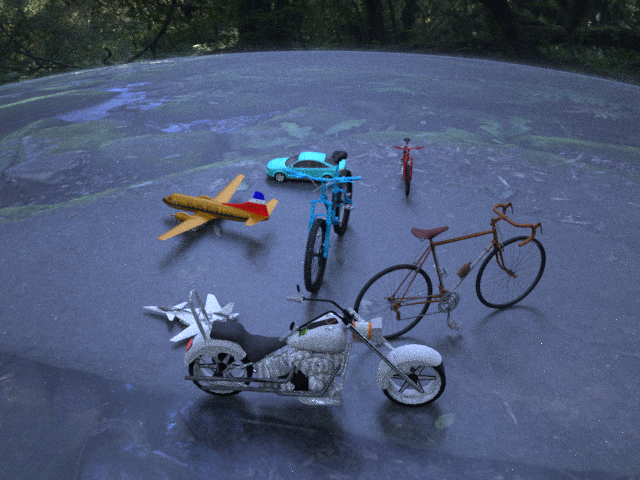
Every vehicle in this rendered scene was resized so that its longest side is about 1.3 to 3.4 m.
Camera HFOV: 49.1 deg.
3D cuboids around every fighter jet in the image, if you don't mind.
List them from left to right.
[{"bbox_3d":[-1.860,0.982,9.685,1.358,0.286,1.147,9,31,16],"label":"fighter jet"}]

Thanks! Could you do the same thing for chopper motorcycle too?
[{"bbox_3d":[-0.063,1.252,8.021,3.040,1.480,0.906,1,30,2],"label":"chopper motorcycle"}]

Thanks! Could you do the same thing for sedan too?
[{"bbox_3d":[-0.273,-1.446,13.707,1.613,0.483,0.635,4,30,6],"label":"sedan"}]

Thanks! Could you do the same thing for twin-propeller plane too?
[{"bbox_3d":[-1.818,-0.627,11.975,2.129,0.792,2.663,12,32,20],"label":"twin-propeller plane"}]

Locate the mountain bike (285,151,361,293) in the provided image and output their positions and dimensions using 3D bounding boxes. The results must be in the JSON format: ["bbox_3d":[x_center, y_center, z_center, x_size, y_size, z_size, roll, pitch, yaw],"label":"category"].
[{"bbox_3d":[0.162,-0.463,10.793,1.114,1.688,2.857,7,31,12],"label":"mountain bike"}]

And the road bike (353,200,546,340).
[{"bbox_3d":[1.806,0.426,9.279,3.004,1.656,0.697,-12,32,-20],"label":"road bike"}]

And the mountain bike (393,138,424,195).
[{"bbox_3d":[1.658,-1.483,13.386,0.573,0.868,1.469,2,30,3],"label":"mountain bike"}]
